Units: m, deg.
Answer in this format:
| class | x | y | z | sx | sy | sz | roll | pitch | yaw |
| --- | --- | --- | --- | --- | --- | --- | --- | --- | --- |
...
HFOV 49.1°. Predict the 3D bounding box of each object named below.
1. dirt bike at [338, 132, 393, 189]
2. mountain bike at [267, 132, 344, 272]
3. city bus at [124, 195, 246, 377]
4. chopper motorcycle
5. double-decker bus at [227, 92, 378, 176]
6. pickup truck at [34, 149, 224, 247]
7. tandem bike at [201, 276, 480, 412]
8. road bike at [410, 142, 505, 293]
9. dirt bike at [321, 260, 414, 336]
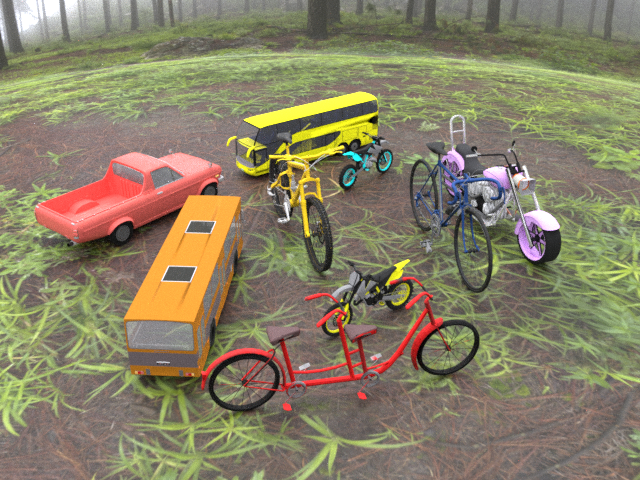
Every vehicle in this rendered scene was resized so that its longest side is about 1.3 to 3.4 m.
| class | x | y | z | sx | sy | sz | roll | pitch | yaw |
| --- | --- | --- | --- | --- | --- | --- | --- | --- | --- |
| dirt bike | 0.864 | -1.493 | 12.902 | 0.527 | 0.857 | 1.493 | 25 | 37 | 38 |
| mountain bike | -0.350 | -0.743 | 10.670 | 1.114 | 1.688 | 2.857 | -10 | 30 | -17 |
| city bus | -1.661 | 0.500 | 9.228 | 0.926 | 0.894 | 3.255 | 2 | 29 | 3 |
| chopper motorcycle | 2.808 | -0.861 | 11.101 | 0.906 | 1.480 | 3.040 | -11 | 30 | -18 |
| double-decker bus | -0.242 | -2.098 | 13.804 | 3.251 | 1.052 | 0.756 | -20 | 35 | -32 |
| pickup truck | -3.045 | -0.819 | 11.531 | 1.244 | 0.993 | 3.117 | 21 | 35 | 33 |
| tandem bike | 0.294 | 1.144 | 7.605 | 3.192 | 1.326 | 0.550 | -7 | 30 | -13 |
| road bike | 1.867 | -0.499 | 10.258 | 0.697 | 1.656 | 3.004 | -7 | 29 | -12 |
| dirt bike | 0.638 | 0.686 | 8.927 | 1.493 | 0.857 | 0.527 | -19 | 34 | -31 |
